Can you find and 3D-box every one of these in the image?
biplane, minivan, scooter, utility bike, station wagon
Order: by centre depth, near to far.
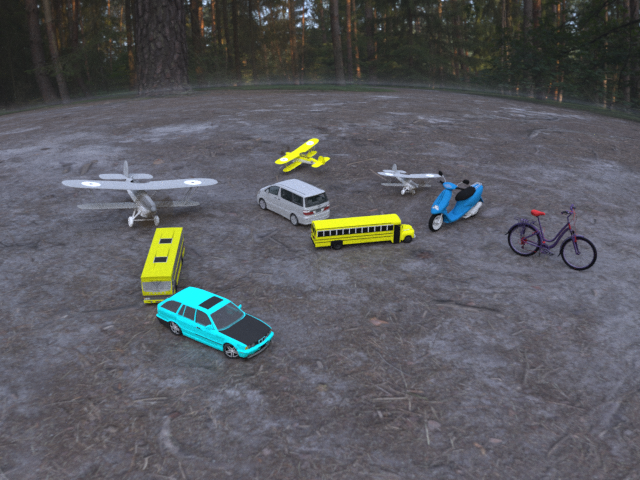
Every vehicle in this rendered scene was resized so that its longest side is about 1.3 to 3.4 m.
[{"bbox_3d":[-1.338,1.003,8.869,1.597,0.473,0.682,16,29,31],"label":"station wagon"},{"bbox_3d":[3.553,-0.110,10.713,1.435,0.946,0.535,17,30,32],"label":"utility bike"},{"bbox_3d":[2.366,-0.713,12.049,1.399,0.919,0.662,-20,31,-36],"label":"scooter"},{"bbox_3d":[-3.143,-0.842,12.255,2.598,0.981,2.120,-12,28,-25],"label":"biplane"},{"bbox_3d":[-0.506,-0.744,12.477,0.681,0.616,1.548,-19,31,-35],"label":"minivan"},{"bbox_3d":[1.656,-1.183,13.560,1.336,0.504,1.090,-9,26,-19],"label":"biplane"},{"bbox_3d":[-0.342,-1.697,14.671,1.090,0.504,1.336,18,30,33],"label":"biplane"}]

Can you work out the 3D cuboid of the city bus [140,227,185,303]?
[{"bbox_3d":[-2.282,0.358,10.280,0.476,0.460,1.674,-2,25,-4],"label":"city bus"}]

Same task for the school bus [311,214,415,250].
[{"bbox_3d":[0.716,-0.146,11.400,1.708,0.434,0.365,-5,25,-11],"label":"school bus"}]
